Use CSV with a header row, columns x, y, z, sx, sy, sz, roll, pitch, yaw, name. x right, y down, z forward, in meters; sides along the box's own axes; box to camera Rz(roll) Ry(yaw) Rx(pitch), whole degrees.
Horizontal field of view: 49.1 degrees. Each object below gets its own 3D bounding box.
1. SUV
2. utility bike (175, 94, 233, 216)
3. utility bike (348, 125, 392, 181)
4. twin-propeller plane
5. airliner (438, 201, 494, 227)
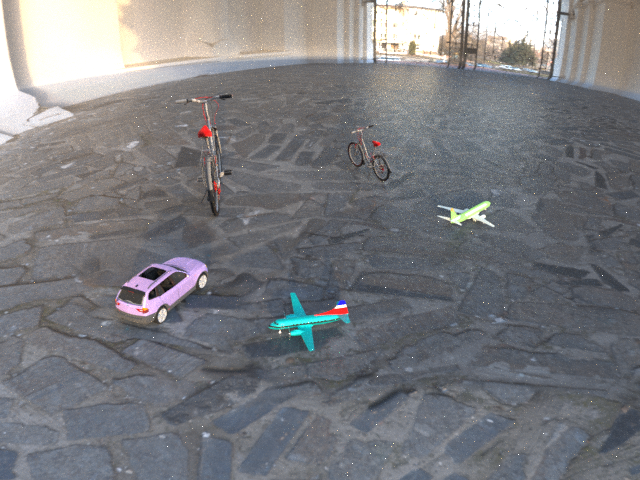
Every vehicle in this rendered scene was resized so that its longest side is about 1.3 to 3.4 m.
x,y,z,sx,sy,sz,roll,pitch,yaw,name
-2.224,0.623,9.932,0.656,0.580,1.572,13,31,23,SUV
-2.066,-1.647,12.770,1.039,1.839,2.791,-3,29,-5,utility bike
0.929,-1.730,13.852,0.535,0.946,1.435,-17,33,-29,utility bike
-0.153,1.033,9.362,1.095,0.407,1.370,-6,29,-11,twin-propeller plane
2.632,-0.556,12.244,1.161,0.429,1.307,25,37,38,airliner
